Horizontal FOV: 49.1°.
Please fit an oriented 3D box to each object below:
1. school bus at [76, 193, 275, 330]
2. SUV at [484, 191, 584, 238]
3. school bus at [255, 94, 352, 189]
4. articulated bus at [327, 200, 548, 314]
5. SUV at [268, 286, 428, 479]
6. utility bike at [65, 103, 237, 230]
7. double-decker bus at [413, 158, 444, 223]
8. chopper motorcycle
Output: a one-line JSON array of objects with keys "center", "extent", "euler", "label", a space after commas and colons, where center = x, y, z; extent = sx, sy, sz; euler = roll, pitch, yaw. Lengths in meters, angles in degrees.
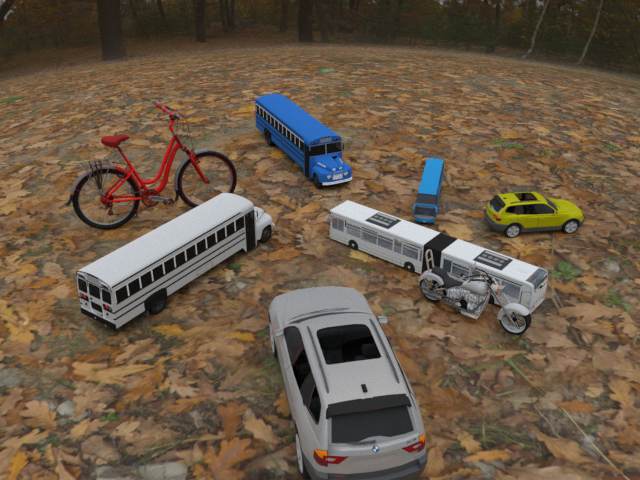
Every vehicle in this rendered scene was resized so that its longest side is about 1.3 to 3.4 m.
[{"center": [-1.869, 0.136, 9.917], "extent": [0.709, 0.844, 3.322], "euler": [19, 34, 29], "label": "school bus"}, {"center": [3.443, -0.460, 11.244], "extent": [1.572, 0.580, 0.656], "euler": [-4, 30, -7], "label": "SUV"}, {"center": [-0.370, -1.981, 13.677], "extent": [0.709, 0.844, 3.322], "euler": [-13, 32, -22], "label": "school bus"}, {"center": [1.568, 0.182, 10.123], "extent": [3.401, 0.561, 0.605], "euler": [22, 36, 34], "label": "articulated bus"}, {"center": [0.204, 1.316, 7.532], "extent": [1.276, 1.128, 3.058], "euler": [-6, 30, -10], "label": "SUV"}, {"center": [-2.732, -1.204, 11.284], "extent": [2.791, 1.839, 1.039], "euler": [-12, 32, -21], "label": "utility bike"}, {"center": [1.878, -0.843, 11.964], "extent": [0.389, 0.541, 1.672], "euler": [7, 30, 12], "label": "double-decker bus"}, {"center": [1.989, 0.666, 9.060], "extent": [1.563, 0.761, 0.466], "euler": [20, 35, 31], "label": "chopper motorcycle"}]
